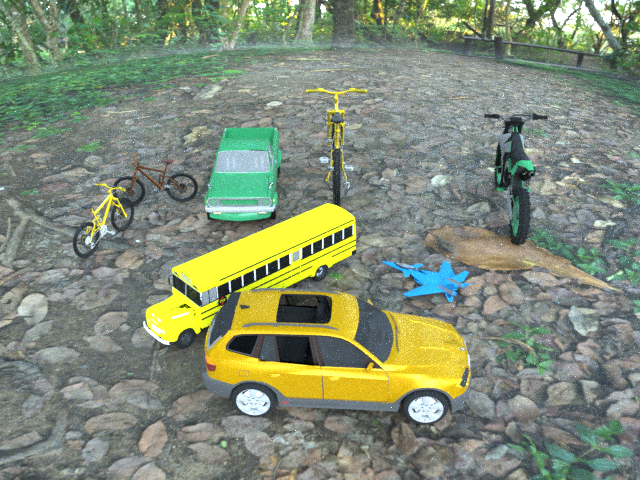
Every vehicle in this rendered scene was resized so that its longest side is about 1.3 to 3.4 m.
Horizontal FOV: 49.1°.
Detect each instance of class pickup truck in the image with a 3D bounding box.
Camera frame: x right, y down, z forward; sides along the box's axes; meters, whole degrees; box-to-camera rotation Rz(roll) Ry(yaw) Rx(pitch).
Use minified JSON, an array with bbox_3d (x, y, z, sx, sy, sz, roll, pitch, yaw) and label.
[{"bbox_3d":[-1.336,-1.356,12.629,1.244,0.993,3.117,-1,30,-1],"label":"pickup truck"}]

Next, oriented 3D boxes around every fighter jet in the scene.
[{"bbox_3d":[1.463,0.456,10.171,1.358,0.286,1.147,22,36,33],"label":"fighter jet"}]

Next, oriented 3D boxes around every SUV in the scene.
[{"bbox_3d":[0.189,1.230,7.970,3.058,1.128,1.276,2,30,3],"label":"SUV"}]

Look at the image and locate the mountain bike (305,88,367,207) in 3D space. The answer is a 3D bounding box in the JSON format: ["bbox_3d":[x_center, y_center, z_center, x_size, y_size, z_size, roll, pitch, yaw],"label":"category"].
[{"bbox_3d":[0.293,-1.718,12.562,1.114,1.688,2.857,0,30,0],"label":"mountain bike"}]

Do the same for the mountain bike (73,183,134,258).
[{"bbox_3d":[-3.390,-0.342,10.981,0.573,0.868,1.469,12,32,19],"label":"mountain bike"}]

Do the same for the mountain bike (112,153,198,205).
[{"bbox_3d":[-2.878,-1.025,12.176,1.469,0.868,0.573,-4,30,-8],"label":"mountain bike"}]

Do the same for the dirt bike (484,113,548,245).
[{"bbox_3d":[3.205,-1.195,11.668,1.024,1.666,2.903,3,30,4],"label":"dirt bike"}]

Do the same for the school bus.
[{"bbox_3d":[-0.891,0.421,9.671,3.322,0.844,0.709,-25,38,-36],"label":"school bus"}]
